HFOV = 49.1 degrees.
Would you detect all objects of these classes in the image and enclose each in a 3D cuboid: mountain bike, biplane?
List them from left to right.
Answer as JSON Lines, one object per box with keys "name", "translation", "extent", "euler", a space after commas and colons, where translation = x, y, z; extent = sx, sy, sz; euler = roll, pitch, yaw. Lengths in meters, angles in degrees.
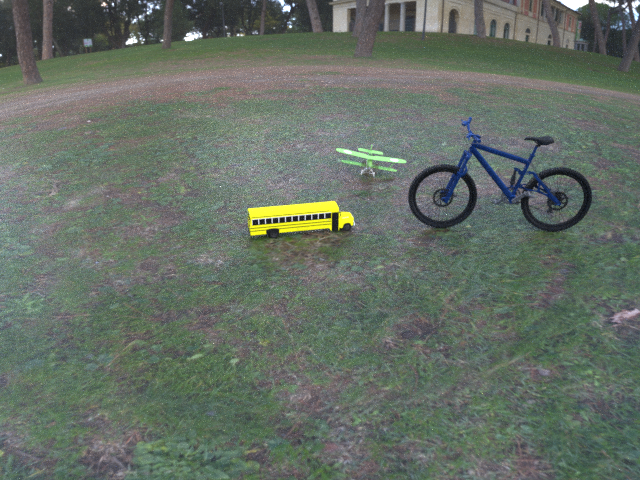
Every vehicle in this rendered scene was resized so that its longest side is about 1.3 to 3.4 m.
{"name": "biplane", "translation": [0.979, -1.537, 13.419], "extent": [1.336, 0.504, 1.090], "euler": [2, 27, 5]}
{"name": "mountain bike", "translation": [2.828, -0.930, 10.930], "extent": [2.857, 1.688, 1.114], "euler": [2, 27, 4]}

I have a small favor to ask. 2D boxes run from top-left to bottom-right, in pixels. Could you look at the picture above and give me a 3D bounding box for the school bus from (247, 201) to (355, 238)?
{"name": "school bus", "translation": [-0.291, -0.337, 11.148], "extent": [1.708, 0.434, 0.365], "euler": [-6, 28, -11]}
